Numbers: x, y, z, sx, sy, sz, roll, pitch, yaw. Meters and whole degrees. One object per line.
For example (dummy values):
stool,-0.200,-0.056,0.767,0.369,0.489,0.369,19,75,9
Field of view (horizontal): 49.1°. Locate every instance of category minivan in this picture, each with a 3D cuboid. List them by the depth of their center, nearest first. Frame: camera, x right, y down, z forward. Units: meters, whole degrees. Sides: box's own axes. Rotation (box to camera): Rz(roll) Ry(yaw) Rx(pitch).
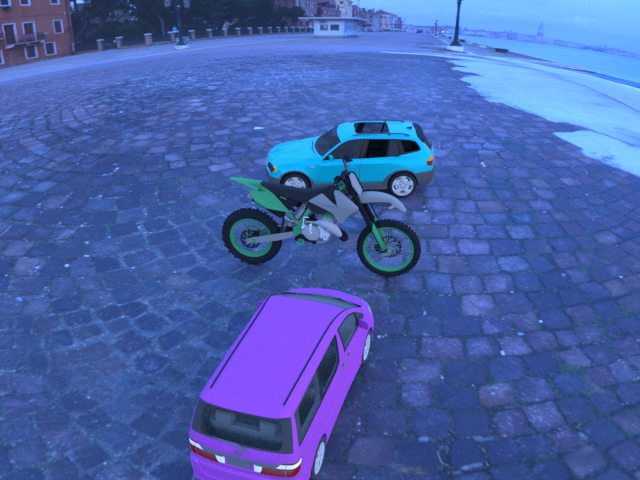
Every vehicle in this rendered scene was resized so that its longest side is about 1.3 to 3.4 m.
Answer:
minivan,-0.270,1.315,7.506,1.324,1.197,3.011,9,31,16

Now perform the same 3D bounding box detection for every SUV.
SUV,0.542,-1.503,12.534,3.058,1.128,1.276,-1,30,-1

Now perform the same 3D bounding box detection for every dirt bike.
dirt bike,-0.009,-0.297,9.867,2.903,1.666,1.024,5,30,9
